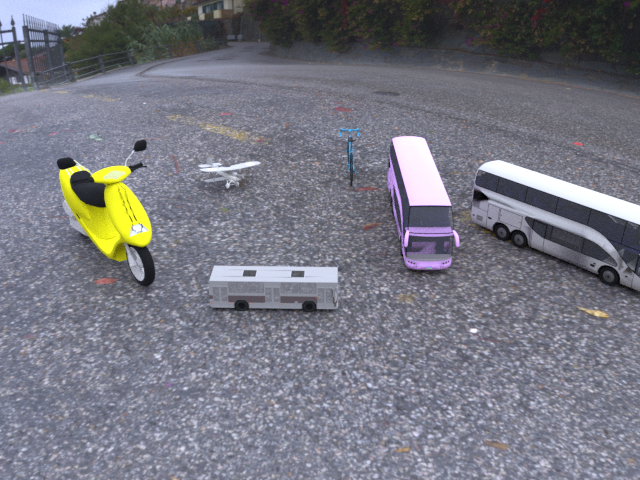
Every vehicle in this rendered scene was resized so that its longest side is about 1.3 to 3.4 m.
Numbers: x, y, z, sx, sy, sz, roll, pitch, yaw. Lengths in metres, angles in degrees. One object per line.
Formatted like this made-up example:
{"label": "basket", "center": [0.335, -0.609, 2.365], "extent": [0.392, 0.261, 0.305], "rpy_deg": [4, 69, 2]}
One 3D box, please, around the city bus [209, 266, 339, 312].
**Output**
{"label": "city bus", "center": [-0.594, 0.642, 9.204], "extent": [1.674, 0.460, 0.476], "rpy_deg": [1, 27, 1]}

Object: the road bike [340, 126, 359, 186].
{"label": "road bike", "center": [0.571, -1.623, 13.203], "extent": [0.358, 0.852, 1.545], "rpy_deg": [0, 27, -1]}

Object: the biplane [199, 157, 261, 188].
{"label": "biplane", "center": [-1.731, -1.261, 12.876], "extent": [1.090, 0.504, 1.336], "rpy_deg": [24, 35, 38]}

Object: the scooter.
{"label": "scooter", "center": [-3.126, -0.546, 10.072], "extent": [1.288, 1.786, 2.721], "rpy_deg": [-21, 34, -35]}

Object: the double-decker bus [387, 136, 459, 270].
{"label": "double-decker bus", "center": [1.537, -0.639, 11.060], "extent": [0.756, 1.052, 3.251], "rpy_deg": [0, 27, 0]}

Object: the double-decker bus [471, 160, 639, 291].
{"label": "double-decker bus", "center": [3.684, -0.230, 10.261], "extent": [0.756, 1.052, 3.251], "rpy_deg": [-21, 34, -35]}
